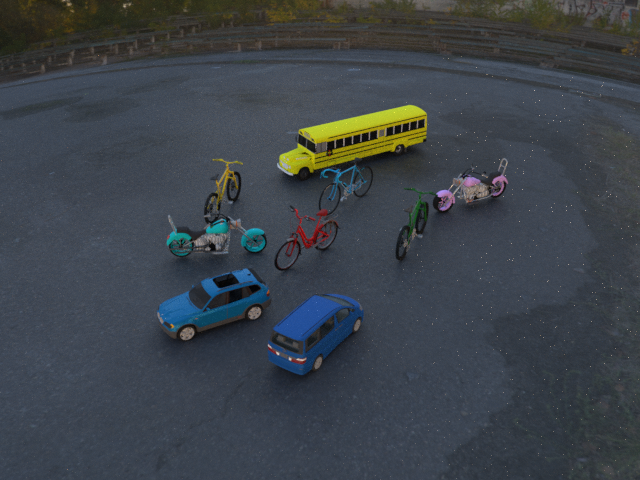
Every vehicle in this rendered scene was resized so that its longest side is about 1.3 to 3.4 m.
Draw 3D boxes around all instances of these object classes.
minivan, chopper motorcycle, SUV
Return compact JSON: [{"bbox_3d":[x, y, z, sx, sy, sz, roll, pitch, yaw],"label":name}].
[{"bbox_3d":[-0.016,1.101,9.083,0.681,0.616,1.548,19,35,29],"label":"minivan"},{"bbox_3d":[2.712,-0.974,12.520,1.563,0.761,0.466,-14,33,-23],"label":"chopper motorcycle"},{"bbox_3d":[-1.626,-0.099,11.010,1.563,0.761,0.466,-5,30,-8],"label":"chopper motorcycle"},{"bbox_3d":[-1.445,0.835,9.576,1.572,0.580,0.656,-15,33,-24],"label":"SUV"}]

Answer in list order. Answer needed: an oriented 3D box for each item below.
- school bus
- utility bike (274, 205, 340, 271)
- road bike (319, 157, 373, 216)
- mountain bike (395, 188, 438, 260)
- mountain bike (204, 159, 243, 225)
[{"bbox_3d":[0.683,-2.013,14.230,3.322,0.844,0.709,-17,34,-27],"label":"school bus"},{"bbox_3d":[-0.142,-0.089,10.808,0.535,0.946,1.435,26,39,37],"label":"utility bike"},{"bbox_3d":[0.482,-1.003,12.478,0.358,0.852,1.545,23,37,34],"label":"road bike"},{"bbox_3d":[1.505,-0.292,11.236,0.573,0.868,1.469,14,33,22],"label":"mountain bike"},{"bbox_3d":[-1.696,-0.884,12.257,0.573,0.868,1.469,9,31,15],"label":"mountain bike"}]
